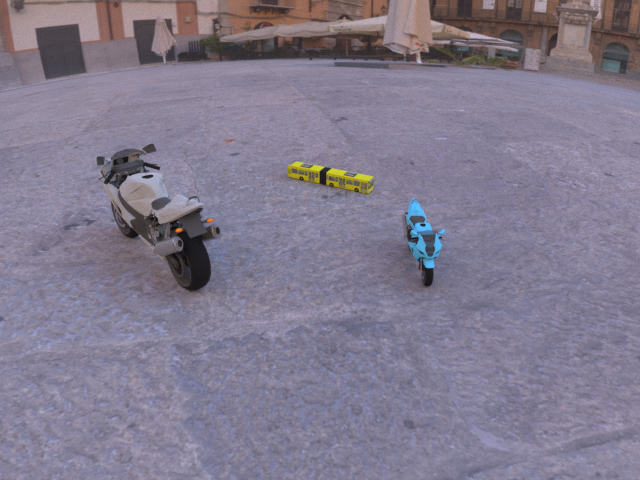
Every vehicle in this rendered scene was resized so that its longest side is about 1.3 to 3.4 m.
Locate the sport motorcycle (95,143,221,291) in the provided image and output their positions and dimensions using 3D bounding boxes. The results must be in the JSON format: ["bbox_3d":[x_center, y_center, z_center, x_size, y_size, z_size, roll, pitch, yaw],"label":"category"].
[{"bbox_3d":[-2.481,-0.385,10.460,0.983,1.596,2.955,-21,35,-33],"label":"sport motorcycle"}]

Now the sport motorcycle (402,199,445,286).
[{"bbox_3d":[1.518,0.028,10.512,0.506,0.821,1.520,-2,28,-3],"label":"sport motorcycle"}]

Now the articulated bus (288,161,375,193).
[{"bbox_3d":[0.198,-1.202,13.345,1.749,0.289,0.311,14,31,24],"label":"articulated bus"}]
